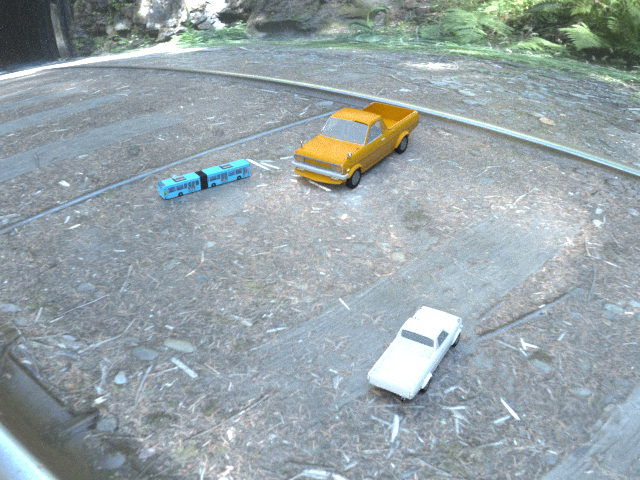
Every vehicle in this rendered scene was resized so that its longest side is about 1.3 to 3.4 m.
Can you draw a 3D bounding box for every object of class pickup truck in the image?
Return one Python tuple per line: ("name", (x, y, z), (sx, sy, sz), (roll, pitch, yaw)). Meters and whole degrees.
("pickup truck", (0.757, -1.990, 13.406), (1.244, 0.993, 3.117), (18, 35, 28))
("pickup truck", (1.169, 1.279, 8.353), (0.640, 0.511, 1.603), (17, 35, 26))

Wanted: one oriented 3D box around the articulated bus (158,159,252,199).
("articulated bus", (-2.050, -1.103, 12.598), (1.749, 0.289, 0.311), (-19, 36, -29))
